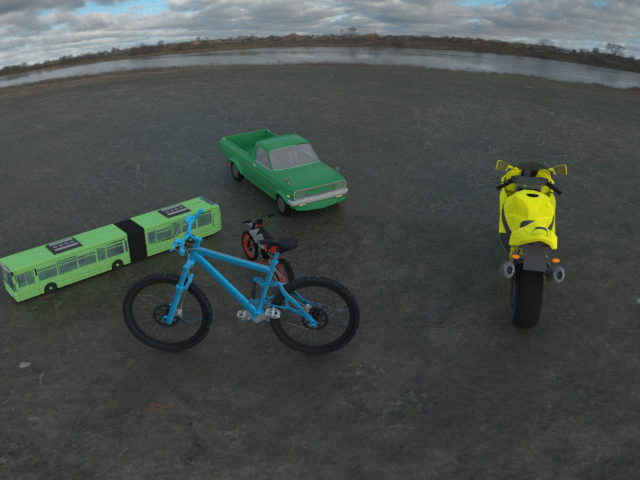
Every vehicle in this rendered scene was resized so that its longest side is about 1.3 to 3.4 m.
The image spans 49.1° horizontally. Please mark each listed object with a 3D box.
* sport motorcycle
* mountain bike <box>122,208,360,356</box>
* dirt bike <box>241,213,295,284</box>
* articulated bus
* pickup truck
[{"bbox_3d":[2.864,-0.054,9.694,0.983,1.596,2.955,6,28,11],"label":"sport motorcycle"},{"bbox_3d":[-0.950,0.629,8.264,2.857,1.688,1.114,1,27,2],"label":"mountain bike"},{"bbox_3d":[-0.791,0.116,10.171,0.527,0.857,1.493,-17,32,-29],"label":"dirt bike"},{"bbox_3d":[-3.050,0.067,10.590,3.401,0.561,0.605,-22,34,-36],"label":"articulated bus"},{"bbox_3d":[-0.757,-1.442,13.056,1.244,0.993,3.117,-15,31,-27],"label":"pickup truck"}]
